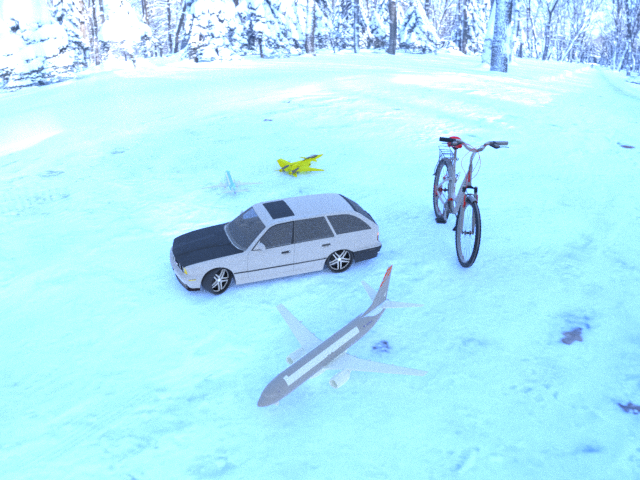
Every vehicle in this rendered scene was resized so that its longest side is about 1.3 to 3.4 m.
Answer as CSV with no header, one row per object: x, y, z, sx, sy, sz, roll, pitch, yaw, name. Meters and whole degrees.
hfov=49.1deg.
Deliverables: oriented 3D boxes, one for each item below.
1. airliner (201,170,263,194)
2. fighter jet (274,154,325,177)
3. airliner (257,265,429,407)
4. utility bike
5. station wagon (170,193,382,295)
-1.671,-1.158,13.106,1.161,0.429,1.307,-6,28,-12,airliner
-0.311,-1.628,14.175,1.147,0.286,1.358,18,32,31,fighter jet
0.143,1.116,8.249,2.257,0.835,2.541,21,34,34,airliner
2.238,-0.857,10.982,1.039,1.839,2.791,-2,27,-3,utility bike
-0.674,-0.041,10.402,3.105,0.920,1.327,-9,29,-18,station wagon
